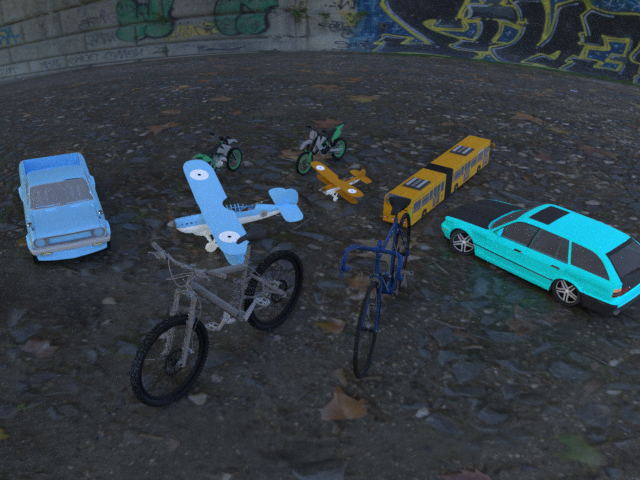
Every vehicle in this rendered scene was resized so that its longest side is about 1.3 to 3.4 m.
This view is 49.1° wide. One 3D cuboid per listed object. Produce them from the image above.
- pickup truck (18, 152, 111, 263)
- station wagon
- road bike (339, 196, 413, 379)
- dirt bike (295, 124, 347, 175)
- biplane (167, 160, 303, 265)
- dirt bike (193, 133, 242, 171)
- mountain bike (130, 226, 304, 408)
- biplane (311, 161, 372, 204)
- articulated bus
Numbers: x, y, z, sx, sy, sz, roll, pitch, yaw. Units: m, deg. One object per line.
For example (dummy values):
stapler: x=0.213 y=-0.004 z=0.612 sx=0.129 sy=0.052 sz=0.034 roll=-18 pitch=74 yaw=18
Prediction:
pickup truck: x=-4.279 y=-0.712 z=11.525 sx=1.244 sy=0.993 sz=3.117 roll=-12 pitch=32 yaw=-20
station wagon: x=3.257 y=0.003 z=10.332 sx=1.327 sy=0.920 sz=3.105 roll=-23 pitch=37 yaw=-35
road bike: x=0.843 y=0.405 z=8.870 sx=0.696 sy=1.656 sz=3.004 roll=9 pitch=31 yaw=15
dirt bike: x=0.047 y=-1.815 z=13.618 sx=0.527 sy=0.857 sz=1.493 roll=23 pitch=37 yaw=35
biplane: x=-1.322 y=-0.377 z=10.943 sx=2.120 sy=0.981 sz=2.598 roll=-11 pitch=31 yaw=-19
dirt bike: x=-1.929 y=-1.512 z=13.081 sx=0.527 sy=0.857 sz=1.493 roll=16 pitch=33 yaw=27
mountain bike: x=-1.122 y=0.733 z=8.258 sx=1.114 sy=1.688 sz=2.857 roll=21 pitch=35 yaw=32
biplane: x=0.416 y=-1.007 z=12.545 sx=1.090 sy=0.504 sz=1.336 roll=-21 pitch=36 yaw=-33
articulated bus: x=2.209 y=-1.130 z=12.705 sx=0.605 sy=0.561 sz=3.401 roll=19 pitch=34 yaw=30
